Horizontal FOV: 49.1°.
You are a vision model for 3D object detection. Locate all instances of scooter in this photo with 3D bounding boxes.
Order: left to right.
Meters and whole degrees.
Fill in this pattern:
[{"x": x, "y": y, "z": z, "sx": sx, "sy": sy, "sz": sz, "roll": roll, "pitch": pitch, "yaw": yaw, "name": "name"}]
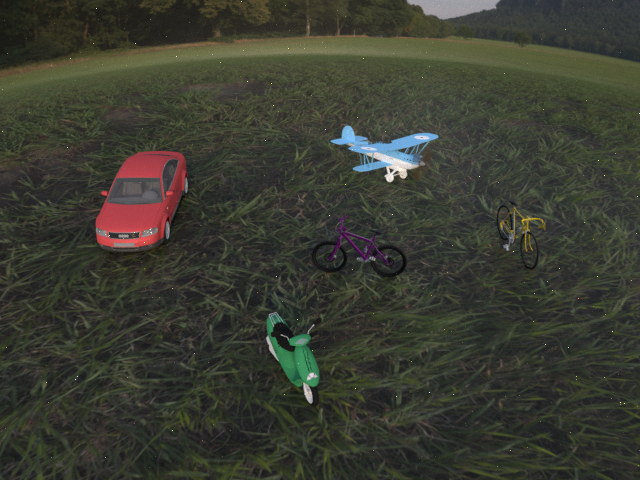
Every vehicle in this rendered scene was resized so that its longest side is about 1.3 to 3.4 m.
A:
[{"x": -0.346, "y": 1.325, "z": 8.576, "sx": 0.662, "sy": 0.919, "sz": 1.399, "roll": -14, "pitch": 32, "yaw": -23, "name": "scooter"}]

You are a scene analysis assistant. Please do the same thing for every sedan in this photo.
[{"x": -3.120, "y": -0.848, "z": 12.406, "sx": 1.235, "sy": 0.940, "sz": 3.137, "roll": 0, "pitch": 29, "yaw": 0, "name": "sedan"}]

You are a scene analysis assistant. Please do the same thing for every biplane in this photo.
[{"x": 1.253, "y": -1.775, "z": 14.007, "sx": 2.120, "sy": 0.981, "sz": 2.598, "roll": 25, "pitch": 38, "yaw": 36, "name": "biplane"}]

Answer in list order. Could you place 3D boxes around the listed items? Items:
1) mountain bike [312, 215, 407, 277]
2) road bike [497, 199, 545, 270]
[{"x": 0.601, "y": 0.156, "z": 10.700, "sx": 1.469, "sy": 0.868, "sz": 0.573, "roll": 4, "pitch": 30, "yaw": 7, "name": "mountain bike"}, {"x": 3.188, "y": -0.174, "z": 11.302, "sx": 0.358, "sy": 0.852, "sz": 1.545, "roll": -5, "pitch": 30, "yaw": -9, "name": "road bike"}]
